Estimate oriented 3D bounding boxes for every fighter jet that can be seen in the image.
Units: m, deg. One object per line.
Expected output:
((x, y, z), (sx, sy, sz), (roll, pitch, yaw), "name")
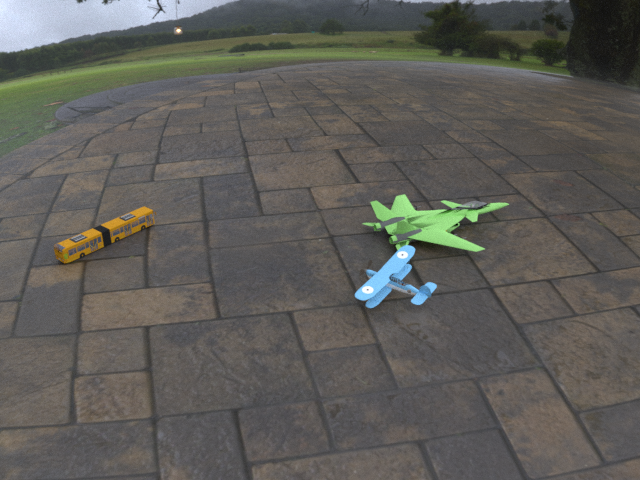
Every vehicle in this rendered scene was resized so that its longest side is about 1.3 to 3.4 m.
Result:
((2.123, -0.483, 11.583), (2.640, 0.557, 2.229), (-14, 32, -24), "fighter jet")

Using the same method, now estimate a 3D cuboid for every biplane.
((1.042, 0.612, 9.650), (1.090, 0.504, 1.336), (20, 35, 32), "biplane")

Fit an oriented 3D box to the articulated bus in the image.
((-3.391, -0.100, 11.166), (0.311, 0.289, 1.749), (21, 35, 33), "articulated bus")
